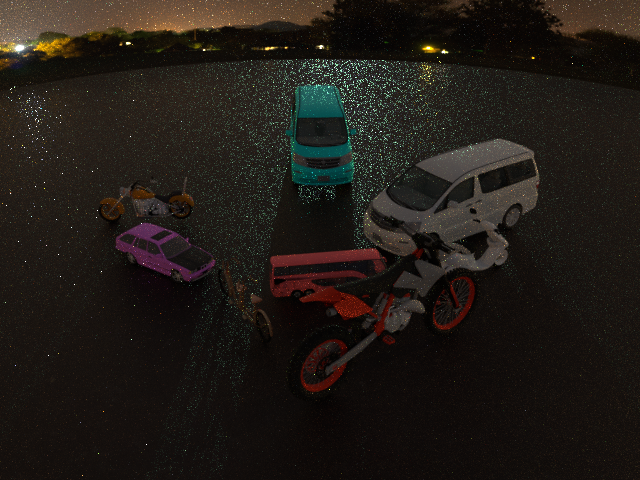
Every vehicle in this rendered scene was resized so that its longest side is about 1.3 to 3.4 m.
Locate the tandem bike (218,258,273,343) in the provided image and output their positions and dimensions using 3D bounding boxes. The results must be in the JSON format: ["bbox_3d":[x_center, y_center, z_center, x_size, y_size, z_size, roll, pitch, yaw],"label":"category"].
[{"bbox_3d":[-0.991,0.709,8.997,0.283,0.682,1.642,-15,32,-26],"label":"tandem bike"}]

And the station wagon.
[{"bbox_3d":[-2.279,0.146,10.278,1.597,0.473,0.682,18,33,30],"label":"station wagon"}]

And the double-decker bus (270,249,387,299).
[{"bbox_3d":[0.145,0.452,9.629,1.672,0.541,0.389,-4,28,-8],"label":"double-decker bus"}]

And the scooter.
[{"bbox_3d":[2.175,0.110,9.870,1.399,0.919,0.662,-16,32,-27],"label":"scooter"}]

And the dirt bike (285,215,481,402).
[{"bbox_3d":[0.817,0.717,7.934,2.903,1.666,1.024,-19,33,-32],"label":"dirt bike"}]

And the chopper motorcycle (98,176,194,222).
[{"bbox_3d":[-2.865,-0.669,11.504,1.563,0.761,0.466,-1,28,-2],"label":"chopper motorcycle"}]

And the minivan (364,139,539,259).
[{"bbox_3d":[2.103,-0.704,11.105,3.011,1.197,1.324,-18,33,-30],"label":"minivan"}]

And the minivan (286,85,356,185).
[{"bbox_3d":[-0.007,-2.078,13.689,1.324,1.197,3.011,-1,28,-2],"label":"minivan"}]
